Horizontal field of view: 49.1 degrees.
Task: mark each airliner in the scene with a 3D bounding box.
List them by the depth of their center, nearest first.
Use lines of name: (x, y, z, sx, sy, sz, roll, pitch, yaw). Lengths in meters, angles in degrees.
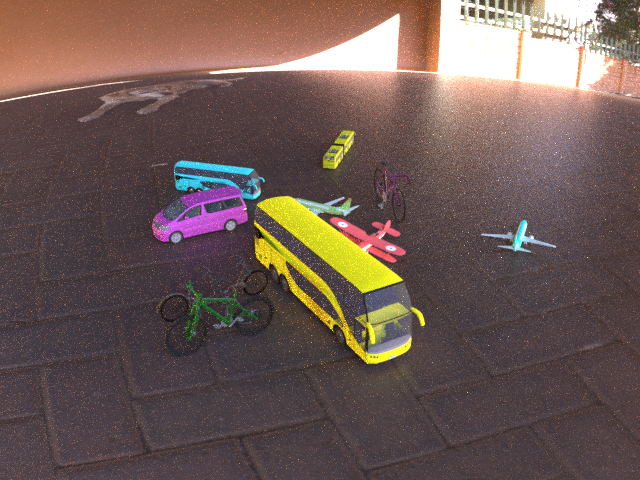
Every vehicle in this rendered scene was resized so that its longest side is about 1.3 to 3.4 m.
airliner: (3.201, -0.139, 11.196, 1.161, 0.429, 1.307, 11, 29, 19)
airliner: (-0.002, -0.657, 12.197, 1.307, 0.429, 1.161, 16, 31, 28)

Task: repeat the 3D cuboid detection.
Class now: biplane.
biplane: (0.810, 0.003, 10.840, 1.336, 0.504, 1.090, 19, 33, 32)

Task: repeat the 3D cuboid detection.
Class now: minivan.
minivan: (-1.998, -0.437, 11.570, 1.548, 0.616, 0.681, -14, 30, -25)

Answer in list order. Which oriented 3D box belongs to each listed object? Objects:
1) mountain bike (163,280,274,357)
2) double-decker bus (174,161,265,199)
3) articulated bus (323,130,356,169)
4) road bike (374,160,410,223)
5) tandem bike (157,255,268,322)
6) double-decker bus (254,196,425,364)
mountain bike: (-1.238, 0.929, 8.654, 1.469, 0.868, 0.573, -15, 31, -26)
double-decker bus: (-1.873, -1.099, 12.930, 1.672, 0.541, 0.389, 8, 28, 15)
articulated bus: (0.410, -1.922, 14.796, 0.311, 0.289, 1.749, 7, 28, 13)
road bike: (1.207, -0.909, 12.225, 0.358, 0.852, 1.545, -7, 28, -14)
tandem bike: (-1.429, 0.629, 9.436, 1.642, 0.682, 0.283, -16, 32, -29)
double-decker bus: (0.094, 0.456, 9.368, 0.756, 1.052, 3.251, -15, 31, -27)
